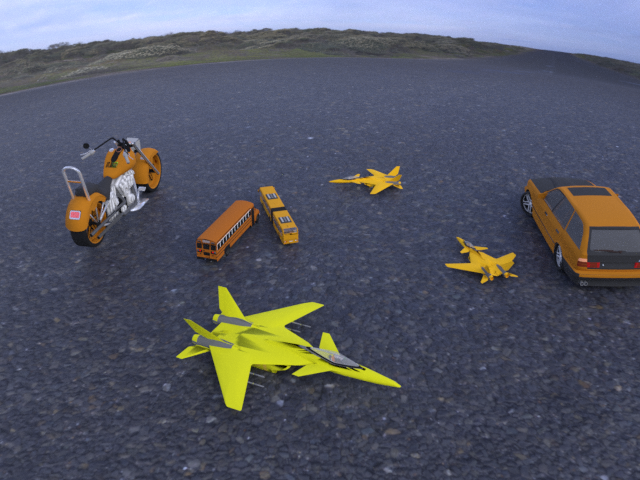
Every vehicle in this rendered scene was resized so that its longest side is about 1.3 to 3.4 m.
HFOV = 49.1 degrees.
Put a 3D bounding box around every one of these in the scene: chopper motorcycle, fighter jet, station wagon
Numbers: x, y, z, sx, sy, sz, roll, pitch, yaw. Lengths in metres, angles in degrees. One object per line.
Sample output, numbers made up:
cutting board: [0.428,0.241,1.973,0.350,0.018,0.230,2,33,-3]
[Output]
chopper motorcycle: [-3.332,-1.040,11.542,0.906,1.480,3.040,5,29,9]
fighter jet: [2.377,0.184,10.537,1.147,0.286,1.358,-9,30,-15]
fighter jet: [-0.293,1.249,8.291,2.640,0.557,2.229,12,31,21]
fighter jet: [0.841,-1.161,13.016,1.358,0.286,1.147,0,28,0]
station wagon: [4.092,-0.375,10.903,1.327,0.920,3.105,0,28,0]

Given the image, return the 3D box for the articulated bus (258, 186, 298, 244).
articulated bus: [-0.704,-0.439,11.683,0.311,0.289,1.749,-8,30,-15]

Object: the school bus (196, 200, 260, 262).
school bus: [-1.417,-0.197,11.085,0.365,0.434,1.708,9,30,16]
